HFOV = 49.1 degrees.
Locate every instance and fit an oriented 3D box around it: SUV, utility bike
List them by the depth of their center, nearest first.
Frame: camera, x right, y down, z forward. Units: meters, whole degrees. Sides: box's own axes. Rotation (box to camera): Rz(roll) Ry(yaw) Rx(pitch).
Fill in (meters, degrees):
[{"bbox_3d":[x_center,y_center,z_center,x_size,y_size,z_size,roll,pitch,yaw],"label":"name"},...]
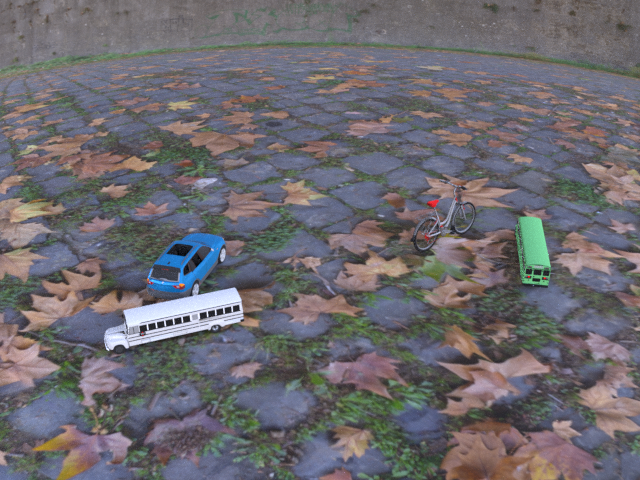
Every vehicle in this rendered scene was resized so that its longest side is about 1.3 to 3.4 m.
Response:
[{"bbox_3d":[-1.853,0.283,9.815,0.656,0.580,1.572,8,31,13],"label":"SUV"},{"bbox_3d":[1.863,-0.397,10.632,1.435,0.946,0.535,-22,36,-33],"label":"utility bike"}]

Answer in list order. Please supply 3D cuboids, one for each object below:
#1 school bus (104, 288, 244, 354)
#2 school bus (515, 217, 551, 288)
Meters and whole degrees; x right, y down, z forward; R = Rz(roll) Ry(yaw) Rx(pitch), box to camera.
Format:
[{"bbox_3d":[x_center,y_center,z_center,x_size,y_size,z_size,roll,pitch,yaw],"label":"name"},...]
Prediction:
[{"bbox_3d":[-1.819,0.996,8.720,1.708,0.434,0.365,-11,32,-18],"label":"school bus"},{"bbox_3d":[3.098,0.112,10.260,0.365,0.434,1.708,5,30,9],"label":"school bus"}]
